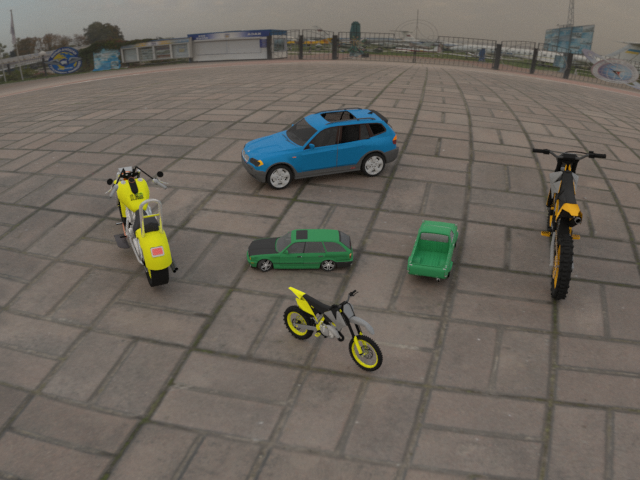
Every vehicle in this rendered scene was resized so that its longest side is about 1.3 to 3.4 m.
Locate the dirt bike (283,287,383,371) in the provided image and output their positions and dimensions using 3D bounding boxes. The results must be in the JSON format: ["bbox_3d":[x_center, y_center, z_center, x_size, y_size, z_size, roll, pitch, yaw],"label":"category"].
[{"bbox_3d":[0.138,1.013,8.429,1.493,0.857,0.527,20,34,33],"label":"dirt bike"}]

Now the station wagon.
[{"bbox_3d":[-0.305,0.123,10.519,1.597,0.473,0.682,-1,28,-1],"label":"station wagon"}]

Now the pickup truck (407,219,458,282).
[{"bbox_3d":[1.716,0.093,10.536,0.640,0.511,1.603,7,29,14],"label":"pickup truck"}]

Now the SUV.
[{"bbox_3d":[0.005,-1.841,13.525,3.058,1.128,1.276,-9,29,-17],"label":"SUV"}]

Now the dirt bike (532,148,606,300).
[{"bbox_3d":[3.540,-0.419,10.267,1.024,1.666,2.903,7,29,12],"label":"dirt bike"}]

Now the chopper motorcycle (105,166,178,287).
[{"bbox_3d":[-2.748,-0.461,10.546,0.906,1.480,3.040,-12,30,-21],"label":"chopper motorcycle"}]
